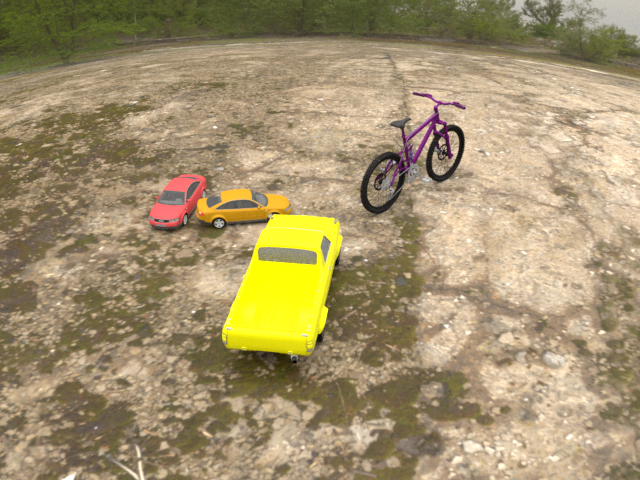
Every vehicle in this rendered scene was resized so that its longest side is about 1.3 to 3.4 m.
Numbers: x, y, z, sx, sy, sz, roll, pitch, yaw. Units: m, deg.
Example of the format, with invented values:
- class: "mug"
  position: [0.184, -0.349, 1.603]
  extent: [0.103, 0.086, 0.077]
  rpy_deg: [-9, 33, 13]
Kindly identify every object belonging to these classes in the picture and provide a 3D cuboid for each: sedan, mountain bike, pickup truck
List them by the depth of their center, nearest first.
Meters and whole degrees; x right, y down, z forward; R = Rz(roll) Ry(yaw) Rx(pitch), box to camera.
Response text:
- class: "pickup truck"
  position: [-0.424, 0.445, 9.593]
  extent: [1.244, 0.993, 3.117]
  rpy_deg: [4, 31, 7]
- class: "sedan"
  position: [-1.281, -0.584, 11.832]
  extent: [1.613, 0.483, 0.635]
  rpy_deg: [-6, 31, -9]
- class: "sedan"
  position: [-2.442, -0.721, 12.063]
  extent: [0.635, 0.483, 1.613]
  rpy_deg: [6, 31, 9]
- class: "mountain bike"
  position: [1.707, -1.541, 12.268]
  extent: [1.114, 1.688, 2.857]
  rpy_deg: [27, 40, 37]
